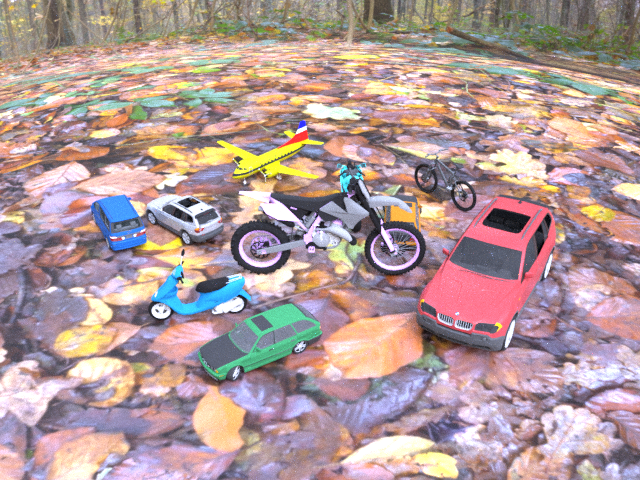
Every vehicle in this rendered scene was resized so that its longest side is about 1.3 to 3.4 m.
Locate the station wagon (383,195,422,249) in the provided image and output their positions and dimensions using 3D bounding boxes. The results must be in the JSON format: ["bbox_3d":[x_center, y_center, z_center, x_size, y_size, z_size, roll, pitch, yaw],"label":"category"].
[{"bbox_3d":[1.381,-0.405,11.735,0.682,0.473,1.597,3,31,5],"label":"station wagon"}]

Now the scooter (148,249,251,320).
[{"bbox_3d":[-1.650,0.658,9.490,1.399,0.919,0.662,-4,31,-8],"label":"scooter"}]

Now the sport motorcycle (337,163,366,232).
[{"bbox_3d":[0.569,-0.772,12.016,0.506,0.821,1.520,-2,31,-3],"label":"sport motorcycle"}]

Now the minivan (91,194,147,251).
[{"bbox_3d":[-3.359,-0.389,11.567,0.681,0.616,1.548,-15,34,-24],"label":"minivan"}]

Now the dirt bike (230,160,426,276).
[{"bbox_3d":[0.116,-0.210,10.227,2.903,1.666,1.024,1,30,1],"label":"dirt bike"}]

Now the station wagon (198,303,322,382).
[{"bbox_3d":[-0.765,1.251,8.921,1.597,0.473,0.682,-19,35,-28],"label":"station wagon"}]

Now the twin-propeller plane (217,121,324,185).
[{"bbox_3d":[-0.932,-1.698,13.617,2.663,0.792,2.129,23,38,34],"label":"twin-propeller plane"}]

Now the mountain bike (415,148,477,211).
[{"bbox_3d":[2.236,-1.089,12.506,0.573,0.868,1.469,-22,37,-32],"label":"mountain bike"}]

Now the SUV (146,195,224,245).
[{"bbox_3d":[-2.280,-0.445,11.696,1.572,0.580,0.656,26,39,37],"label":"SUV"}]

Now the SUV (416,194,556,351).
[{"bbox_3d":[2.427,0.341,9.822,1.276,1.128,3.058,17,34,26],"label":"SUV"}]
